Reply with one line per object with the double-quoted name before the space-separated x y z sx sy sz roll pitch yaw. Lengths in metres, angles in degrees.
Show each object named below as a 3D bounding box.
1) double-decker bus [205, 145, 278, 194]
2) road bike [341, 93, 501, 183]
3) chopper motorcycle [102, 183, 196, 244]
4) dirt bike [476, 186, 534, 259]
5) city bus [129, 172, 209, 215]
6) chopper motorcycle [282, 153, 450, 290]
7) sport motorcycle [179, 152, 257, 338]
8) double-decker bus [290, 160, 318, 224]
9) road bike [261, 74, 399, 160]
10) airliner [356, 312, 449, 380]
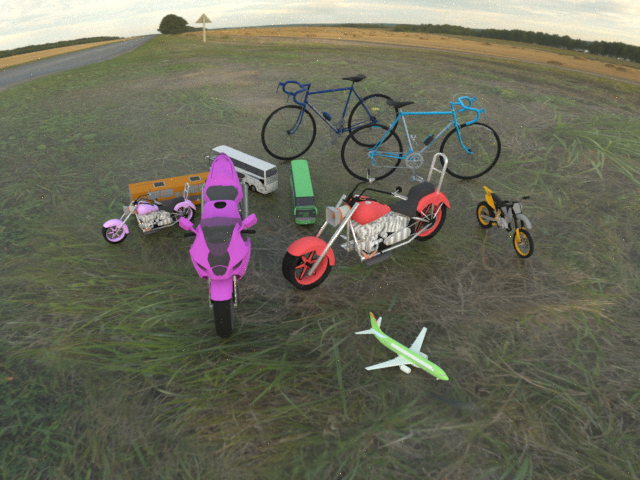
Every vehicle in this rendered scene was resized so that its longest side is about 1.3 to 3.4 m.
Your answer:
"double-decker bus" -1.476 -1.343 13.178 1.672 0.541 0.389 25 39 36
"road bike" 1.889 -1.852 12.944 3.004 1.656 0.697 -1 30 -2
"chopper motorcycle" -2.790 -0.440 11.426 1.563 0.761 0.466 -16 34 -25
"dirt bike" 2.962 -0.347 11.174 0.527 0.857 1.493 -12 32 -19
"city bus" -2.495 -0.829 12.384 1.674 0.460 0.476 -11 32 -18
"chopper motorcycle" 0.762 -0.304 10.487 3.040 1.480 0.906 -19 36 -29
"sport motorcycle" -1.362 -0.004 9.862 0.983 1.596 2.955 -3 31 -5
"double-decker bus" -0.312 -0.843 12.328 0.389 0.541 1.672 -3 31 -5
"road bike" 0.249 -2.504 14.053 3.004 1.656 0.697 -11 32 -18
"airliner" 1.081 1.336 8.736 1.161 0.429 1.307 -27 40 -37
